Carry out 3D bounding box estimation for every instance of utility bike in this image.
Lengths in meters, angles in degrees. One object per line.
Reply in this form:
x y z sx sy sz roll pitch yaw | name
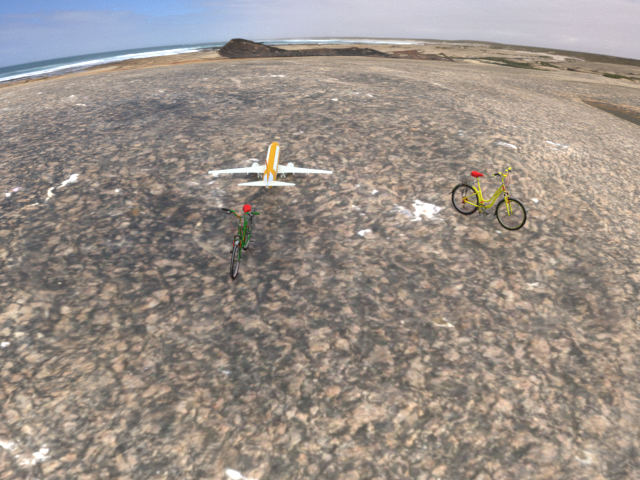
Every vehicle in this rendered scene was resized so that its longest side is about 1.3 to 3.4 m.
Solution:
2.746 -0.750 11.341 1.435 0.946 0.535 24 36 37 | utility bike
-1.086 -0.096 10.121 0.535 0.946 1.435 3 28 5 | utility bike

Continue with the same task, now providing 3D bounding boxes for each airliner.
-0.902 -1.531 12.914 2.257 0.835 2.541 0 28 0 | airliner
